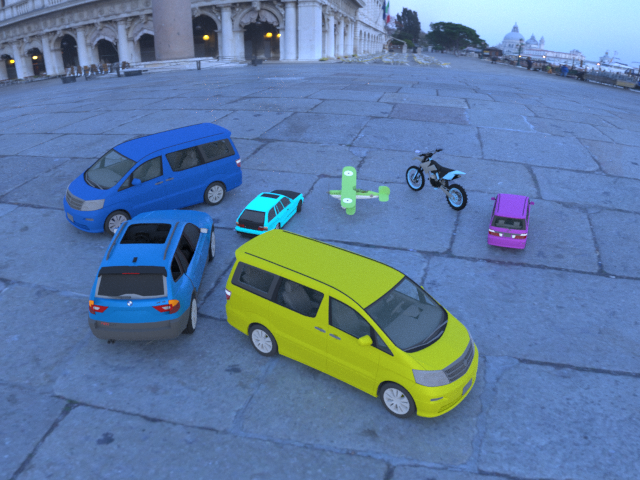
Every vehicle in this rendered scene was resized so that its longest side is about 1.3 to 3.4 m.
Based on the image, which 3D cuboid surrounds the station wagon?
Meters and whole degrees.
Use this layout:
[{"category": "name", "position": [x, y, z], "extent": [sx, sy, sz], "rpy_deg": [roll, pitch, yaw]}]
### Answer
[{"category": "station wagon", "position": [-0.796, -0.526, 11.505], "extent": [0.682, 0.473, 1.597], "rpy_deg": [10, 29, 19]}]

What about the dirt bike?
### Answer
[{"category": "dirt bike", "position": [2.016, -1.090, 12.190], "extent": [0.527, 0.857, 1.493], "rpy_deg": [-18, 32, -32]}]

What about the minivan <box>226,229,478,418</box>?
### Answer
[{"category": "minivan", "position": [0.328, 0.860, 7.982], "extent": [3.011, 1.197, 1.324], "rpy_deg": [18, 32, 32]}]

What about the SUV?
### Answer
[{"category": "SUV", "position": [-2.163, 0.228, 9.300], "extent": [1.276, 1.128, 3.058], "rpy_deg": [0, 27, -1]}]

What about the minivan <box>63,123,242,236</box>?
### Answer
[{"category": "minivan", "position": [-2.805, -1.080, 11.796], "extent": [3.011, 1.197, 1.324], "rpy_deg": [-21, 34, -35]}]

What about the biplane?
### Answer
[{"category": "biplane", "position": [0.649, -0.782, 11.975], "extent": [1.090, 0.504, 1.336], "rpy_deg": [1, 27, 3]}]

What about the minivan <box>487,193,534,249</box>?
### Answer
[{"category": "minivan", "position": [3.017, -0.394, 11.090], "extent": [0.681, 0.616, 1.548], "rpy_deg": [8, 28, 15]}]
